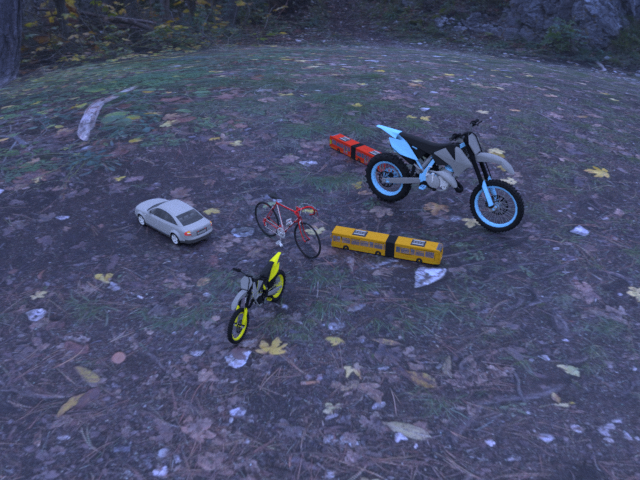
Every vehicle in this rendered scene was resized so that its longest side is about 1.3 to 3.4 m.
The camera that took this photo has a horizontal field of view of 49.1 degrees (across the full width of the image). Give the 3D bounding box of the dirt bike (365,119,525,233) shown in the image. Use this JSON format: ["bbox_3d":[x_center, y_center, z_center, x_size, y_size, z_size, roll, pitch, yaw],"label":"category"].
[{"bbox_3d":[2.034,-1.149,11.617,2.903,1.666,1.024,19,35,29],"label":"dirt bike"}]

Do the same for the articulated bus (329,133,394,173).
[{"bbox_3d":[0.821,-1.746,14.032,0.311,0.289,1.749,-21,36,-32],"label":"articulated bus"}]

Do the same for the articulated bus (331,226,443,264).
[{"bbox_3d":[1.019,0.076,10.872,1.749,0.289,0.311,10,31,17],"label":"articulated bus"}]

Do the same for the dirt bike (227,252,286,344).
[{"bbox_3d":[-0.816,0.701,9.220,0.527,0.857,1.493,13,32,21],"label":"dirt bike"}]

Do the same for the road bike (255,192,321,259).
[{"bbox_3d":[-0.525,-0.275,10.917,0.358,0.852,1.545,-26,39,-37],"label":"road bike"}]

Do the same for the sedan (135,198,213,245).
[{"bbox_3d":[-2.432,-0.394,11.492,1.613,0.483,0.635,25,38,36],"label":"sedan"}]
